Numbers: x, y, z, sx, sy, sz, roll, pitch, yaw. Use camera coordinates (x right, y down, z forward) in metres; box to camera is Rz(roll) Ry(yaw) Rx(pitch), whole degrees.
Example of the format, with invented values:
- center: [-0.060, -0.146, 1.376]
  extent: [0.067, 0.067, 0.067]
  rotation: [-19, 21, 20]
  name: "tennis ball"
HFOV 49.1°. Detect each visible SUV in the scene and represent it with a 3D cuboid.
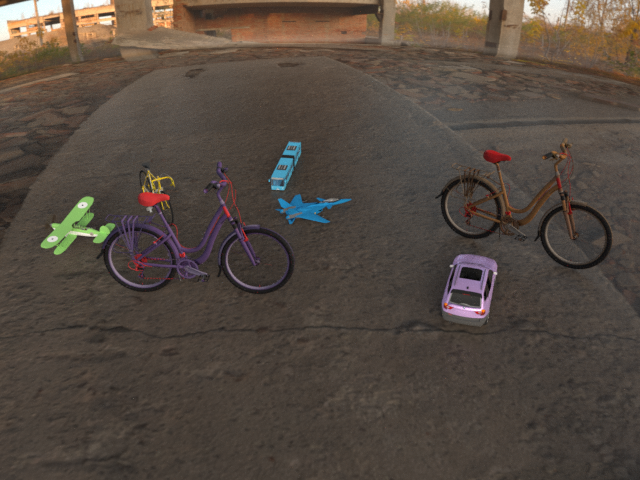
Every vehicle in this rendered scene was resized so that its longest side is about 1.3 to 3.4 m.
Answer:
- center: [2.089, 0.600, 9.695]
  extent: [0.656, 0.580, 1.572]
  rotation: [9, 32, 15]
  name: "SUV"

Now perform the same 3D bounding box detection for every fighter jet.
- center: [-0.039, -0.635, 12.076]
  extent: [1.358, 0.286, 1.147]
  rotation: [-15, 34, -23]
  name: "fighter jet"

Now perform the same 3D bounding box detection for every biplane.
- center: [-3.797, -0.146, 11.034]
  extent: [1.090, 0.504, 1.336]
  rotation: [8, 31, 13]
  name: "biplane"

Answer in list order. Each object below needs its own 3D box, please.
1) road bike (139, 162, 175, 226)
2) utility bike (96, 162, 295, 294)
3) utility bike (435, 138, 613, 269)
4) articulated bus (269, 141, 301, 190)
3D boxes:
- center: [-2.798, -0.838, 11.865]
  extent: [0.358, 0.852, 1.545]
  rotation: [-18, 35, -27]
  name: "road bike"
- center: [-1.741, -0.114, 9.666]
  extent: [2.791, 1.839, 1.039]
  rotation: [1, 31, 2]
  name: "utility bike"
- center: [3.100, -0.681, 10.628]
  extent: [2.791, 1.839, 1.039]
  rotation: [19, 35, 28]
  name: "utility bike"
- center: [-0.640, -1.443, 13.445]
  extent: [0.311, 0.289, 1.749]
  rotation: [5, 31, 8]
  name: "articulated bus"
